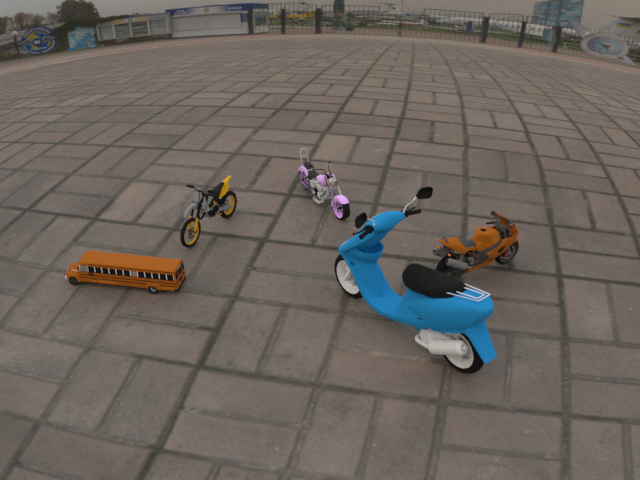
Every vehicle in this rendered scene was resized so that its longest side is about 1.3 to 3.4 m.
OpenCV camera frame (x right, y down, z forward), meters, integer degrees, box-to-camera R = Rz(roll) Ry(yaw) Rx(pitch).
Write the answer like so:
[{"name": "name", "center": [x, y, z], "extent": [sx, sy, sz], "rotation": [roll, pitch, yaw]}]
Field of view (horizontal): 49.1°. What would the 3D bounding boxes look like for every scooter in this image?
[{"name": "scooter", "center": [1.091, 0.417, 8.607], "extent": [1.288, 1.786, 2.721], "rotation": [-23, 38, -33]}]

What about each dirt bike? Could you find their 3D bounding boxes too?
[{"name": "dirt bike", "center": [-1.741, -0.508, 11.016], "extent": [0.527, 0.857, 1.493], "rotation": [15, 34, 23]}]

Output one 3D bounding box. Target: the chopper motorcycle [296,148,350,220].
[{"name": "chopper motorcycle", "center": [0.051, -0.958, 11.845], "extent": [0.466, 0.761, 1.563], "rotation": [-17, 35, -25]}]

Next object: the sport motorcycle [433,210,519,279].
[{"name": "sport motorcycle", "center": [2.277, 0.127, 10.009], "extent": [1.520, 0.821, 0.506], "rotation": [-16, 35, -25]}]

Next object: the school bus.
[{"name": "school bus", "center": [-2.767, 0.440, 9.867], "extent": [1.708, 0.434, 0.365], "rotation": [5, 32, 9]}]
